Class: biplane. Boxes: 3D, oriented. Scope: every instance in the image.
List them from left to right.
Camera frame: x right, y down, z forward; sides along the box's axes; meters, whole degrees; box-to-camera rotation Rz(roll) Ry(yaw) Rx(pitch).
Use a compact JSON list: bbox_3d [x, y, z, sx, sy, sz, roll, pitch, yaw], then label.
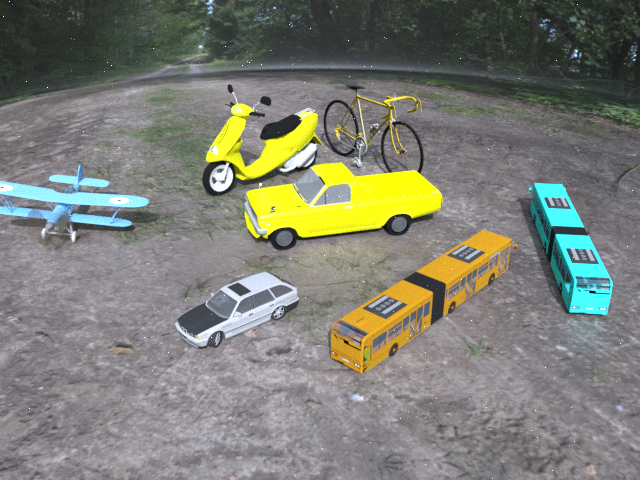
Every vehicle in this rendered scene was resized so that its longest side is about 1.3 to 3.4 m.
[{"bbox_3d":[-3.979,-0.607,11.127,2.598,0.981,2.120,-2,26,-4],"label":"biplane"}]

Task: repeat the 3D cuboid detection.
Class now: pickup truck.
[{"bbox_3d":[0.358,-0.667,11.235,3.117,0.993,1.244,-7,27,-14],"label":"pickup truck"}]

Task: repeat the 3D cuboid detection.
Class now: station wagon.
[{"bbox_3d":[-1.035,0.829,8.797,1.597,0.473,0.682,-21,33,-36],"label":"station wagon"}]

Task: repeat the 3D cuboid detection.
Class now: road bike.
[{"bbox_3d":[0.970,-2.180,13.548,0.696,1.656,3.004,-18,31,-32],"label":"road bike"}]

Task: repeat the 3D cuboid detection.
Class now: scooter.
[{"bbox_3d":[-1.028,-1.920,12.875,2.721,1.786,1.288,-21,33,-36],"label":"scooter"}]

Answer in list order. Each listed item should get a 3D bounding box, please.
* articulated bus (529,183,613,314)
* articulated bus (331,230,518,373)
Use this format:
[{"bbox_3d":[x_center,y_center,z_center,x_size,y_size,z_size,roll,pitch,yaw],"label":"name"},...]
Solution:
[{"bbox_3d":[3.628,0.009,10.356,0.605,0.561,3.401,3,26,6],"label":"articulated bus"},{"bbox_3d":[1.430,0.683,8.993,0.605,0.561,3.401,22,34,37],"label":"articulated bus"}]
